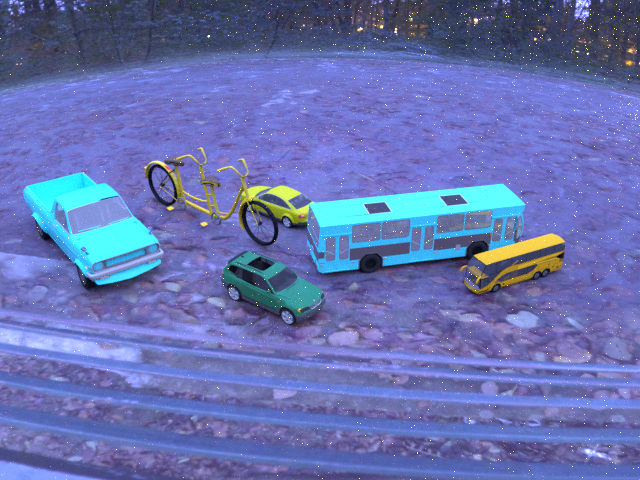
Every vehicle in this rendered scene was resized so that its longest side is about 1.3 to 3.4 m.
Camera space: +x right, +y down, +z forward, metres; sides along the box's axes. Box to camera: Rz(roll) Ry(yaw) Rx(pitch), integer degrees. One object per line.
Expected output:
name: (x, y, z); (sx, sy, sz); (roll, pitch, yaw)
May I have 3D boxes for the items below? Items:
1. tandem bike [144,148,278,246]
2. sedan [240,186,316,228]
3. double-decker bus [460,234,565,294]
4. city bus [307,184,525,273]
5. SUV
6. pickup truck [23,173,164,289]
tandem bike: (-1.898, -0.870, 11.667); (3.192, 1.326, 0.550); (21, 36, 33)
sedan: (-0.715, -0.673, 12.175); (1.613, 0.483, 0.635); (22, 36, 34)
double-decker bus: (2.854, 0.355, 10.288); (1.672, 0.541, 0.389); (-14, 32, -23)
city bus: (1.471, -0.160, 10.844); (3.255, 0.894, 0.926); (-6, 30, -11)
SUV: (-0.668, 0.622, 9.772); (1.572, 0.580, 0.656); (20, 35, 31)
pickup truck: (-3.662, -0.336, 11.056); (1.244, 0.993, 3.117); (-20, 35, -32)
